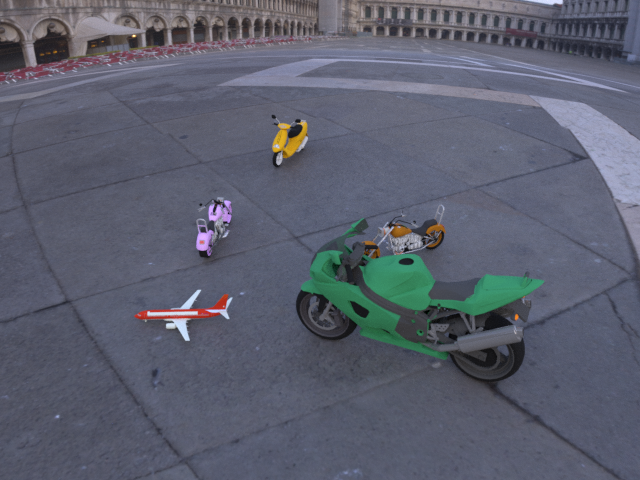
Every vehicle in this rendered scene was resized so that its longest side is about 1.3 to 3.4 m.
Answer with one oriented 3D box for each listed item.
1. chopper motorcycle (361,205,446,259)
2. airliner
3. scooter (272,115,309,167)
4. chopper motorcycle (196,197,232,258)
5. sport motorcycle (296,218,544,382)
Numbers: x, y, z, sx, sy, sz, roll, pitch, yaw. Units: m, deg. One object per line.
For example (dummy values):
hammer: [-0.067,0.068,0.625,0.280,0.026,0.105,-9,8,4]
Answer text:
chopper motorcycle: [1.246,-0.066,10.745,1.563,0.761,0.466,-12,32,-21]
airliner: [-1.842,0.912,9.356,1.307,0.429,1.161,-1,30,-1]
scooter: [-0.602,-2.102,14.173,0.662,0.919,1.399,14,32,23]
chopper motorcycle: [-1.673,-0.326,11.202,0.466,0.761,1.563,4,30,7]
sport motorcycle: [1.063,0.777,8.412,2.955,1.596,0.983,12,32,20]
